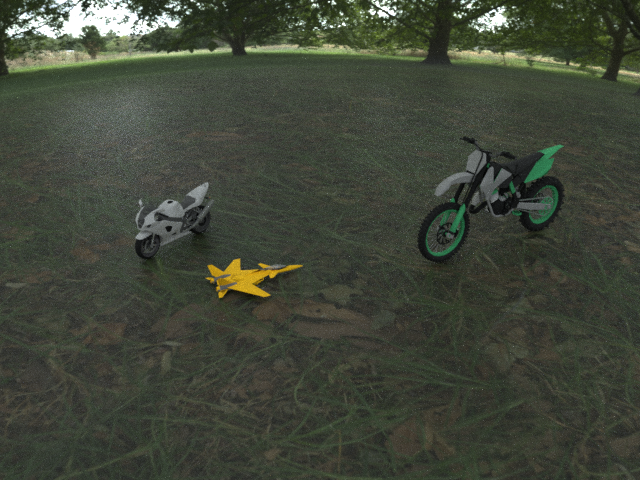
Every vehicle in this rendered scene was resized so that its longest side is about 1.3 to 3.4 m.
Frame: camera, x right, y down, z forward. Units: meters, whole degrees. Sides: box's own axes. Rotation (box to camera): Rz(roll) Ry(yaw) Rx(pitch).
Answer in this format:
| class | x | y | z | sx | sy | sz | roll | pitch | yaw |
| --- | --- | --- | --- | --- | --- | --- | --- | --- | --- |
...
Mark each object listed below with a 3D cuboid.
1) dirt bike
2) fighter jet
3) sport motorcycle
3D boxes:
| class | x | y | z | sx | sy | sz | roll | pitch | yaw |
| --- | --- | --- | --- | --- | --- | --- | --- | --- | --- |
| dirt bike | 2.630 | -0.666 | 10.323 | 2.903 | 1.666 | 1.024 | -16 | 31 | -28 |
| fighter jet | -0.854 | 0.425 | 9.692 | 1.358 | 0.286 | 1.147 | -13 | 29 | -23 |
| sport motorcycle | -2.203 | -0.303 | 10.544 | 0.506 | 0.821 | 1.520 | 18 | 32 | 32 |
